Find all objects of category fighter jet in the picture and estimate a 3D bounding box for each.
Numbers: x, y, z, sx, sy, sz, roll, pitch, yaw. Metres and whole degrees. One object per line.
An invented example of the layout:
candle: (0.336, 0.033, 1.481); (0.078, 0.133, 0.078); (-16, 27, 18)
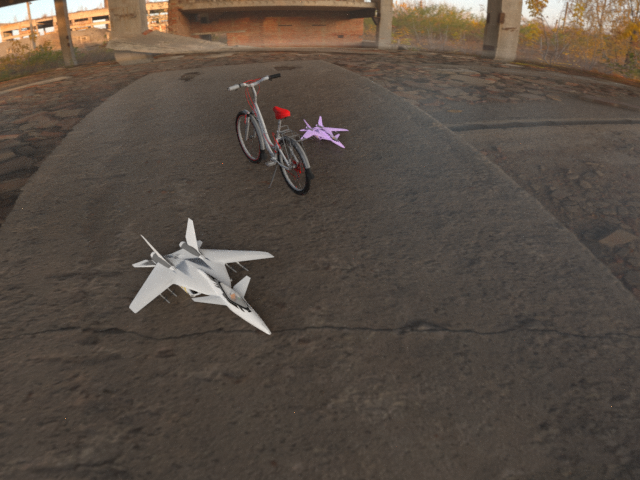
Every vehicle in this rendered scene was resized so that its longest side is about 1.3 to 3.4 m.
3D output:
fighter jet: (0.154, -2.227, 14.623); (1.147, 0.286, 1.358); (-16, 33, -26)
fighter jet: (-1.453, 0.521, 9.500); (2.229, 0.557, 2.640); (-22, 36, -34)

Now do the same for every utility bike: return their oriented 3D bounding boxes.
utility bike: (-0.964, -1.908, 12.486); (1.039, 1.839, 2.791); (-18, 34, -28)
